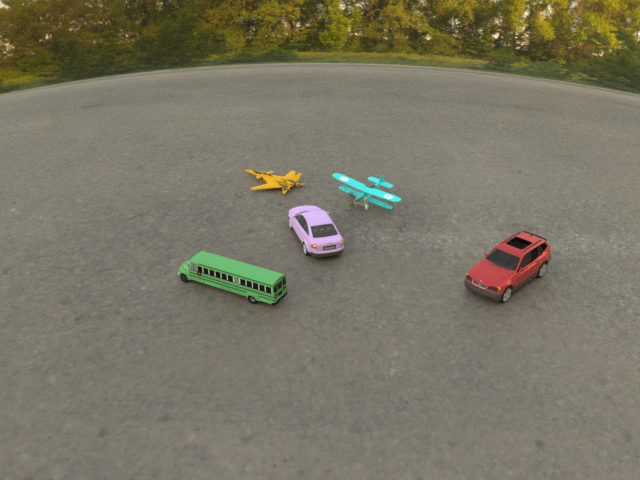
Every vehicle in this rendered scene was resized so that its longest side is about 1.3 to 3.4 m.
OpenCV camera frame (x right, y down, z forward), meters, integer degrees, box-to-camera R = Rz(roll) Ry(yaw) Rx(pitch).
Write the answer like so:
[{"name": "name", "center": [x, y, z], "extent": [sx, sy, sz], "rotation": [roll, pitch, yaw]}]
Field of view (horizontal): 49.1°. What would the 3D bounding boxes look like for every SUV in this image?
[{"name": "SUV", "center": [2.745, 0.346, 10.143], "extent": [1.572, 0.580, 0.656], "rotation": [-25, 37, -38]}]

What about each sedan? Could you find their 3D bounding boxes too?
[{"name": "sedan", "center": [-0.086, -0.230, 11.319], "extent": [0.635, 0.483, 1.613], "rotation": [-8, 29, -15]}]

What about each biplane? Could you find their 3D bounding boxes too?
[{"name": "biplane", "center": [0.897, -0.865, 12.480], "extent": [1.336, 0.504, 1.090], "rotation": [16, 32, 27]}]

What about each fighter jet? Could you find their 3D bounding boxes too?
[{"name": "fighter jet", "center": [-0.971, -1.248, 13.425], "extent": [1.358, 0.286, 1.147], "rotation": [22, 35, 35]}]

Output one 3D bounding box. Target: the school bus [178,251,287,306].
[{"name": "school bus", "center": [-1.286, 0.519, 9.975], "extent": [1.708, 0.434, 0.365], "rotation": [14, 31, 25]}]
